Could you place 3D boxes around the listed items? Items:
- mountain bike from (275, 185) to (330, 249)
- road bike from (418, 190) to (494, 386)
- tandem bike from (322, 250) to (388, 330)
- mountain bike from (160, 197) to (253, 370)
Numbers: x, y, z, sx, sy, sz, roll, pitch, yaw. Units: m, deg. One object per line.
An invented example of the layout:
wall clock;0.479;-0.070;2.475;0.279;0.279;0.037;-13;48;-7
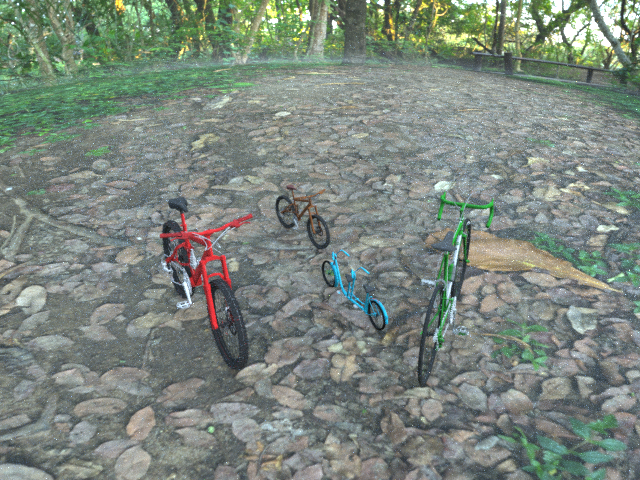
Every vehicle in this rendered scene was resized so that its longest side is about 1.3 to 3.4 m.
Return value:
mountain bike;-0.299;-0.431;11.159;0.573;0.868;1.469;-19;33;-32
road bike;1.590;0.456;8.603;0.696;1.656;3.004;10;29;18
tandem bike;0.437;0.608;9.366;0.283;0.682;1.642;-15;31;-26
mountain bike;-1.523;0.363;8.748;1.114;1.688;2.857;-14;31;-25
